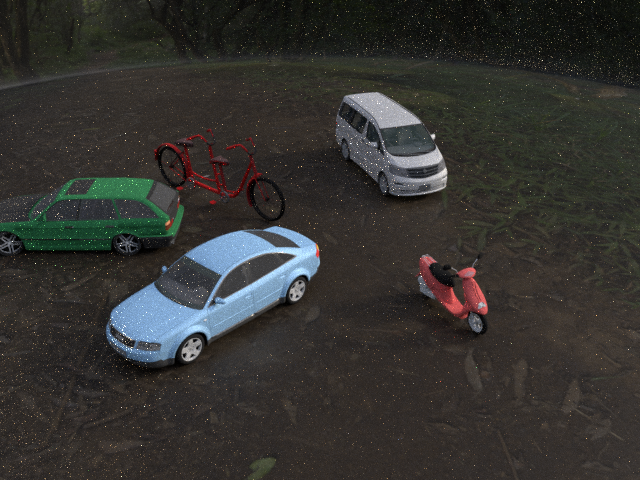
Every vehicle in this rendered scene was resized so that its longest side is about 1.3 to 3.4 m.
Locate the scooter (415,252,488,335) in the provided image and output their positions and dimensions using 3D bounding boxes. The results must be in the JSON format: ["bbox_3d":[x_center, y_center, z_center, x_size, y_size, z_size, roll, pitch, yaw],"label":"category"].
[{"bbox_3d":[1.734,0.577,9.186,0.662,0.919,1.399,-16,32,-27],"label":"scooter"}]

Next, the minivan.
[{"bbox_3d":[1.322,-1.870,13.425,1.324,1.197,3.011,-10,30,-18],"label":"minivan"}]

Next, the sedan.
[{"bbox_3d":[-1.324,0.573,9.171,1.235,0.940,3.137,24,36,37],"label":"sedan"}]

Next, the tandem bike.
[{"bbox_3d":[-1.827,-1.264,12.167,3.192,1.326,0.550,20,34,33],"label":"tandem bike"}]

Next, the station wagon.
[{"bbox_3d":[-3.776,-0.432,11.054,3.105,0.920,1.327,0,28,-1],"label":"station wagon"}]
